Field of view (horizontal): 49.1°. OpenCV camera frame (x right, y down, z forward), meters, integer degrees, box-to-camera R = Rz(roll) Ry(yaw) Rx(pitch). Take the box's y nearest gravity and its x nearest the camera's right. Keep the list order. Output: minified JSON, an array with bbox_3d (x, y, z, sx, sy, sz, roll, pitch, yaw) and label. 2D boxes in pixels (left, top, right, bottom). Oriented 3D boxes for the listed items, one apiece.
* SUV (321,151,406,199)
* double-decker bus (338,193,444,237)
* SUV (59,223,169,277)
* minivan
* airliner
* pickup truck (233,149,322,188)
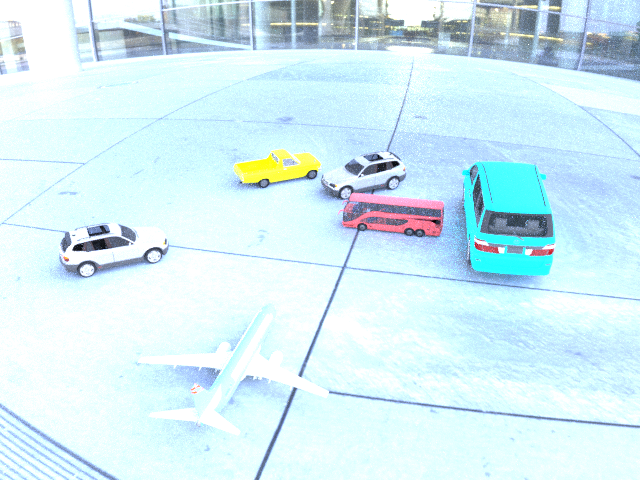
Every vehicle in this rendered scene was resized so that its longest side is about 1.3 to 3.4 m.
[{"bbox_3d":[0.790,-1.204,12.632,1.572,0.580,0.656,-13,32,-22],"label":"SUV"},{"bbox_3d":[1.144,-0.410,11.258,1.672,0.541,0.389,6,30,11],"label":"double-decker bus"},{"bbox_3d":[-3.050,0.064,10.372,1.572,0.580,0.656,-12,32,-21],"label":"SUV"},{"bbox_3d":[2.873,-0.566,10.865,1.324,1.197,3.011,4,30,7],"label":"minivan"},{"bbox_3d":[-0.931,1.239,8.019,2.257,0.835,2.541,8,30,13],"label":"airliner"},{"bbox_3d":[-0.784,-1.375,13.008,1.603,0.511,0.640,-12,32,-21],"label":"pickup truck"}]
